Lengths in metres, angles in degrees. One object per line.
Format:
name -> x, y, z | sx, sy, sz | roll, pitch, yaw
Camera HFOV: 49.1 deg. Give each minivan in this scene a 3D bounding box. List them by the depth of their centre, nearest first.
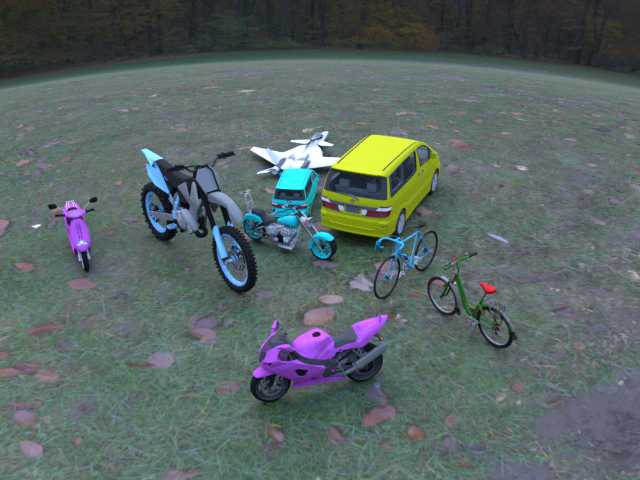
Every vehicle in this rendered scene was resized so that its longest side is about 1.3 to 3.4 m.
minivan -> 1.084, -1.054, 11.400 | 1.324, 1.197, 3.011 | 12, 29, 22
minivan -> -0.389, -0.862, 11.662 | 0.681, 0.616, 1.548 | 3, 27, 6

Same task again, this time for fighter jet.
fighter jet -> -0.227, -1.877, 13.696 | 2.229, 0.557, 2.640 | 8, 28, 15

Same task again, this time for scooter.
scooter -> -3.500, -0.207, 10.059 | 0.662, 0.919, 1.399 | -12, 29, -21

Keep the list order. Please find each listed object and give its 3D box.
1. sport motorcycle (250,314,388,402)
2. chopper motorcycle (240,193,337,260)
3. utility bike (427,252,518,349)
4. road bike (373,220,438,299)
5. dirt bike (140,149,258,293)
sport motorcycle -> -0.005, 1.238, 7.360 | 1.520, 0.821, 0.506 | -9, 29, -18
chopper motorcycle -> -0.472, -0.204, 10.225 | 1.563, 0.761, 0.466 | 14, 30, 25
utility bike -> 1.750, 0.696, 8.276 | 0.535, 0.946, 1.435 | -18, 32, -32
road bike -> 1.172, 0.206, 9.331 | 0.358, 0.852, 1.545 | 21, 34, 34
dirt bike -> -1.755, -0.423, 9.661 | 1.024, 1.666, 2.903 | -21, 34, -35
